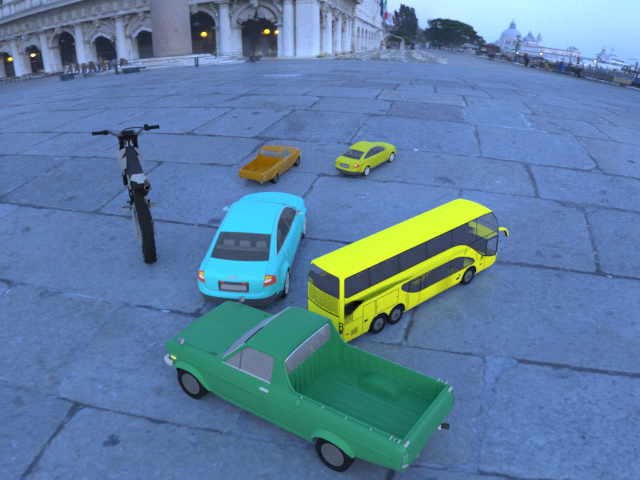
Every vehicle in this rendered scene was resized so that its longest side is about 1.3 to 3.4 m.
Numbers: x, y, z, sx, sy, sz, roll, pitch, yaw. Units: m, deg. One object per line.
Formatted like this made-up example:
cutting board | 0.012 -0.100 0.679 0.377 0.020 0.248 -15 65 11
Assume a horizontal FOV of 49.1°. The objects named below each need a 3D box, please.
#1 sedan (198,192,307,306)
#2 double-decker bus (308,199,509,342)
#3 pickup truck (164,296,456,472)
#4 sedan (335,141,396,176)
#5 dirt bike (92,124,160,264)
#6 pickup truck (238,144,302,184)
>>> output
sedan | -0.911 -0.089 10.243 1.235 0.940 3.137 3 28 6
double-decker bus | 1.238 0.310 9.358 3.251 1.052 0.756 -22 35 -36
pickup truck | -0.192 1.375 7.384 3.117 0.993 1.244 17 32 30
sedan | 0.928 -1.689 13.799 0.635 0.483 1.613 19 33 32
dirt bike | -2.897 -0.864 10.943 1.024 1.666 2.903 -9 29 -17
pickup truck | -0.938 -1.509 13.423 0.640 0.511 1.603 12 30 21
